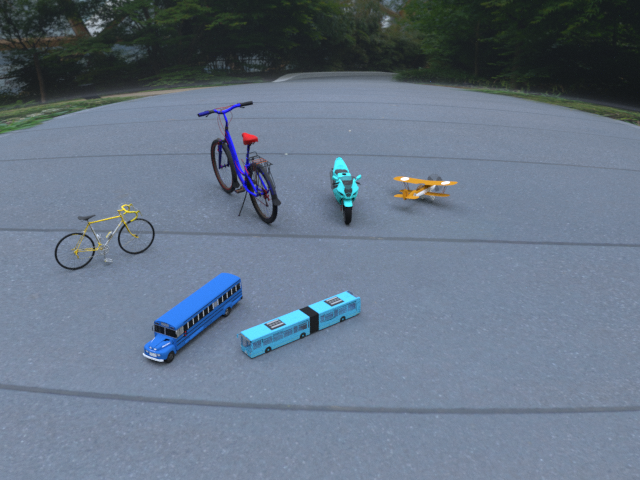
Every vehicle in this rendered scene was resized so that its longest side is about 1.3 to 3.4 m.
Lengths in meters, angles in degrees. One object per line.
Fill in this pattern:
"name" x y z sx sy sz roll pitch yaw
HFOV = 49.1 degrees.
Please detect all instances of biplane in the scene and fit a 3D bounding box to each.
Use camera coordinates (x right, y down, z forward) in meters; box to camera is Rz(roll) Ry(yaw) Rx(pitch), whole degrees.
"biplane" 1.816 -0.909 12.829 1.336 0.504 1.090 20 32 37

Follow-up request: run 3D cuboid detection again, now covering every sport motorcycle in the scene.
"sport motorcycle" 0.420 -0.894 12.423 0.506 0.821 1.520 -2 25 -5

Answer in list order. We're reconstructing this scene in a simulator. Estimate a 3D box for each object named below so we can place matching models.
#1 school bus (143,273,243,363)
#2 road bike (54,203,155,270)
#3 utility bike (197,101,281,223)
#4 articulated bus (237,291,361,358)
"school bus" -1.598 0.966 8.909 0.365 0.434 1.708 12 28 25
"road bike" -3.250 -0.059 10.605 1.545 0.852 0.358 -16 29 -30
"utility bike" -1.472 -1.403 12.311 1.039 1.839 2.791 -14 29 -27
"articulated bus" -0.224 1.050 8.902 1.749 0.289 0.311 -18 31 -33
